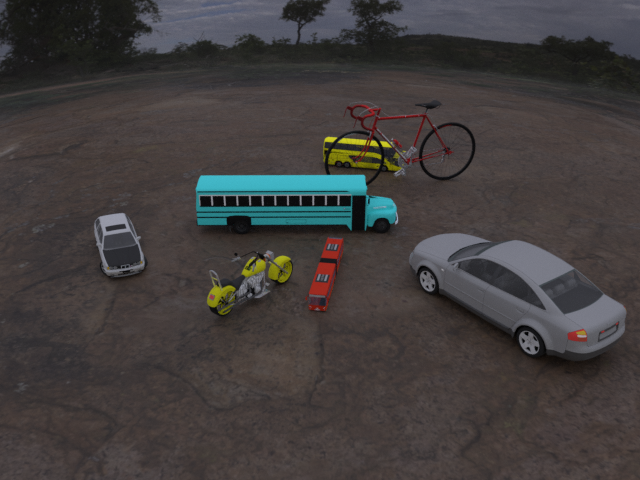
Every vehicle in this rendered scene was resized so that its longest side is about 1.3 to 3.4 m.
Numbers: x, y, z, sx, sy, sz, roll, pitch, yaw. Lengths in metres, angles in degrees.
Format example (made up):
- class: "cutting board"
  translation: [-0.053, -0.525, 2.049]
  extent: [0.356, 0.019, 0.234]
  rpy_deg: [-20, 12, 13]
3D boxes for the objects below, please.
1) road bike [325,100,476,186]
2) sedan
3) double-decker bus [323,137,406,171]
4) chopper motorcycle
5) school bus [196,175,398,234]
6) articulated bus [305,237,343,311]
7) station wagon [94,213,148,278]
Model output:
- class: "road bike"
  translation: [1.537, -1.794, 13.024]
  extent: [3.004, 1.656, 0.697]
  rpy_deg: [-7, 28, -13]
- class: "sedan"
  translation: [2.498, 0.528, 9.322]
  extent: [1.235, 0.940, 3.137]
  rpy_deg: [-18, 33, -31]
- class: "double-decker bus"
  translation: [0.897, -1.725, 14.102]
  extent: [1.672, 0.541, 0.389]
  rpy_deg: [7, 28, 13]
- class: "chopper motorcycle"
  translation: [-0.931, 0.482, 9.605]
  extent: [0.466, 0.761, 1.563]
  rpy_deg: [21, 34, 34]
- class: "school bus"
  translation: [-0.363, -0.619, 11.639]
  extent: [3.322, 0.844, 0.709]
  rpy_deg: [0, 27, 0]
- class: "articulated bus"
  translation: [0.100, 0.461, 10.160]
  extent: [0.311, 0.289, 1.749]
  rpy_deg: [4, 28, 8]
- class: "station wagon"
  translation: [-3.113, 0.030, 10.790]
  extent: [0.682, 0.473, 1.597]
  rpy_deg: [-10, 29, -19]
